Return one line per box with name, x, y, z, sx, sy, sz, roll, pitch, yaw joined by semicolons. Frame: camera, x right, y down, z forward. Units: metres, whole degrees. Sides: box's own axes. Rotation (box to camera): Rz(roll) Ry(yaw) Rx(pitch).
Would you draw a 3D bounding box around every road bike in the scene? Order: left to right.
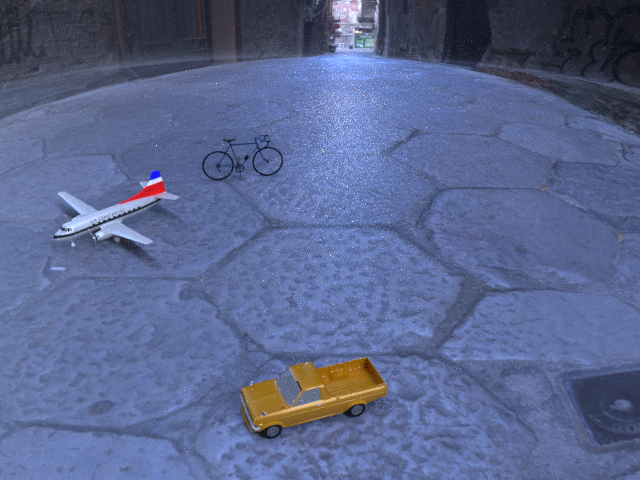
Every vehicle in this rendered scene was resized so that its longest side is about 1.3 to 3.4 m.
road bike;-1.464;-1.567;13.263;1.545;0.852;0.358;-6;29;-11

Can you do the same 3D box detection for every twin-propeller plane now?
twin-propeller plane;-3.382;-0.504;11.378;2.663;0.792;2.129;24;37;37

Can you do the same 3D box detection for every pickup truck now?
pickup truck;-0.068;1.657;7.711;1.603;0.511;0.640;-10;30;-18
